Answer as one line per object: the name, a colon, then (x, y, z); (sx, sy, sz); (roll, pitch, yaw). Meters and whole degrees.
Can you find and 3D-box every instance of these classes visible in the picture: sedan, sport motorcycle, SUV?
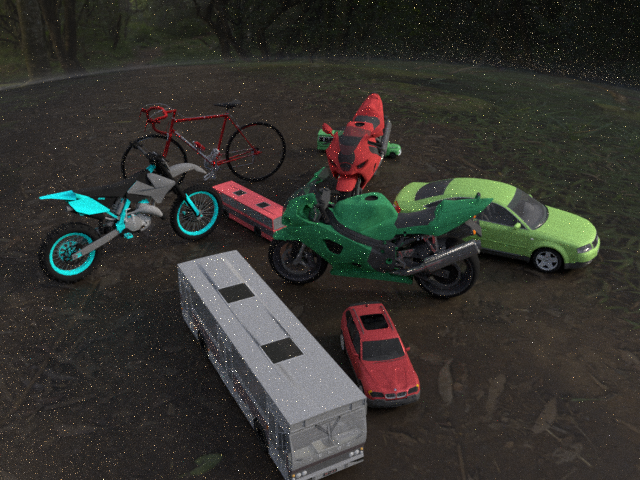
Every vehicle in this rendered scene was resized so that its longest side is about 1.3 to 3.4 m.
sedan: (2.651, -0.352, 10.711); (3.137, 0.940, 1.235); (12, 30, 21)
sport motorcycle: (0.684, -1.451, 12.085); (0.983, 1.596, 2.955); (6, 29, 12)
sport motorcycle: (0.734, -0.019, 9.379); (2.955, 1.596, 0.983); (5, 28, 8)
SUV: (0.657, 1.268, 8.034); (0.656, 0.580, 1.572); (-5, 28, -10)

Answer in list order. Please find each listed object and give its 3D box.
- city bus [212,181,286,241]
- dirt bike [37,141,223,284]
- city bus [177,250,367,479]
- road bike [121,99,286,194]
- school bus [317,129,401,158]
city bus: (-1.117, -0.467, 11.440); (0.476, 0.460, 1.674); (-23, 35, -36)
dirt bike: (-2.691, -0.455, 10.129); (2.903, 1.666, 1.024); (-21, 34, -34)
city bus: (-0.665, 1.257, 7.720); (0.926, 0.894, 3.255); (-14, 31, -24)
road bike: (-2.034, -1.676, 12.447); (3.004, 1.656, 0.697); (-10, 30, -19)
school bus: (0.806, -1.973, 14.314); (1.708, 0.434, 0.365); (6, 28, 10)
